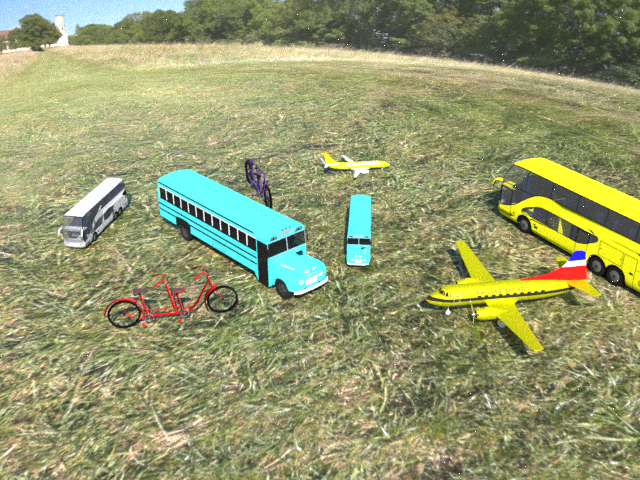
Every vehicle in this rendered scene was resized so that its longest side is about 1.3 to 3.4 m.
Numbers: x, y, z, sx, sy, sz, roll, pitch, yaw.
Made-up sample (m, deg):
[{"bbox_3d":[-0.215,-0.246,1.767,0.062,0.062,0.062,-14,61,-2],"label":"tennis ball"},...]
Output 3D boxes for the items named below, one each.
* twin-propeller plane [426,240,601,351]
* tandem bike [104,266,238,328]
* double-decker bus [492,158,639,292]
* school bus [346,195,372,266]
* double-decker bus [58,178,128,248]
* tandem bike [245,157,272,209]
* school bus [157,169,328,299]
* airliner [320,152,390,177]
[{"bbox_3d":[2.378,0.546,8.833,2.129,0.792,2.663,-4,28,-8],"label":"twin-propeller plane"},{"bbox_3d":[-1.832,0.707,8.642,1.642,0.682,0.283,-8,28,-14],"label":"tandem bike"},{"bbox_3d":[3.851,-0.304,10.202,0.756,1.052,3.251,-13,30,-24],"label":"double-decker bus"},{"bbox_3d":[0.598,-0.154,10.585,0.365,0.434,1.708,2,27,4],"label":"school bus"},{"bbox_3d":[-3.528,-0.433,11.009,0.389,0.541,1.672,4,28,9],"label":"double-decker bus"},{"bbox_3d":[-1.081,-1.091,12.135,0.283,0.682,1.642,-10,29,-18],"label":"tandem bike"},{"bbox_3d":[-1.194,-0.160,10.148,0.709,0.844,3.322,-23,35,-37],"label":"school bus"},{"bbox_3d":[0.684,-1.495,13.195,1.307,0.429,1.161,-4,28,-9],"label":"airliner"}]
